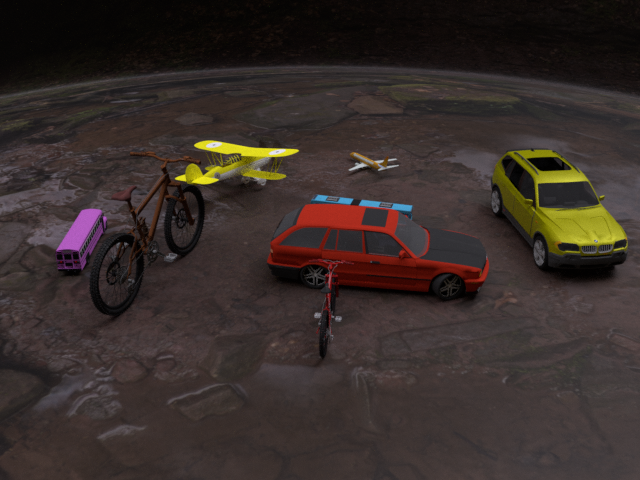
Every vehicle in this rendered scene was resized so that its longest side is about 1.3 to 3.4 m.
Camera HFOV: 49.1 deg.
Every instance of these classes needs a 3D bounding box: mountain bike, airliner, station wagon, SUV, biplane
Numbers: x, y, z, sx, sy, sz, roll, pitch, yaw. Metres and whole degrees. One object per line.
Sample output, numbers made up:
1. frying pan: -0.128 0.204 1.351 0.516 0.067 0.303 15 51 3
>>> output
1. mountain bike: 0.110 0.773 8.690 0.573 0.868 1.469 3 27 6
2. airliner: 0.975 -1.636 13.943 1.161 0.429 1.307 -16 31 -29
3. station wagon: 0.843 0.084 9.996 3.105 0.920 1.327 5 27 9
4. mountain bike: -2.324 -0.200 9.707 1.114 1.688 2.857 9 28 17
5. SUV: 3.689 -0.575 11.070 1.276 1.128 3.058 -3 27 -6
6. biplane: -1.609 -1.328 12.722 2.598 0.981 2.120 22 34 36

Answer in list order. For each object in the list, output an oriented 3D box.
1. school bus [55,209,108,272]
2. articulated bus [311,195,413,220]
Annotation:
1. school bus: -3.641 -0.050 10.799 0.365 0.434 1.708 -1 27 -2
2. articulated bus: 0.707 -0.514 11.880 1.749 0.289 0.311 7 28 14
